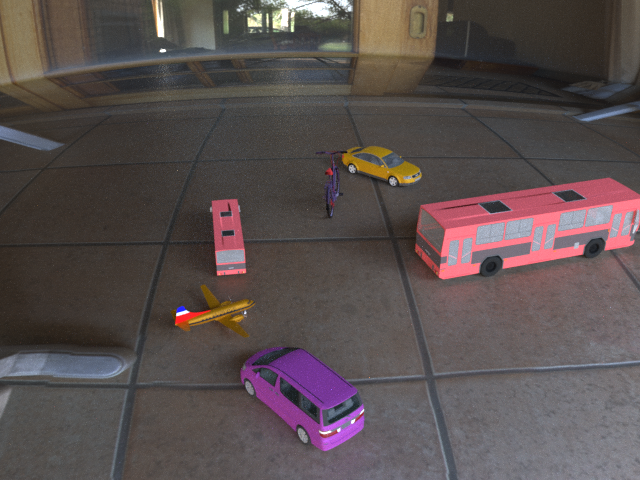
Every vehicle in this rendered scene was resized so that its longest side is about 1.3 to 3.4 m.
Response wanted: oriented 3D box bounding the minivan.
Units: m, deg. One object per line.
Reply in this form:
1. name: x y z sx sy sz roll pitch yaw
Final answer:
1. minivan: -0.229 1.540 7.375 0.681 0.616 1.548 -22 35 -34

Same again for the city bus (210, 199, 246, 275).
1. city bus: -1.376 -0.048 10.476 0.476 0.460 1.674 -5 29 -8

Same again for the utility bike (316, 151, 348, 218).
1. utility bike: 0.168 -0.992 11.709 0.535 0.946 1.435 4 29 7

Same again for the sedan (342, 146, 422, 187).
1. sedan: 1.139 -1.422 12.991 1.613 0.483 0.635 22 35 34

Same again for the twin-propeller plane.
1. twin-propeller plane: -1.305 0.879 8.816 1.095 0.407 1.370 -16 32 -27

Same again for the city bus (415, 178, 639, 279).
1. city bus: 3.059 -0.164 10.232 3.255 0.894 0.926 -9 30 -16
